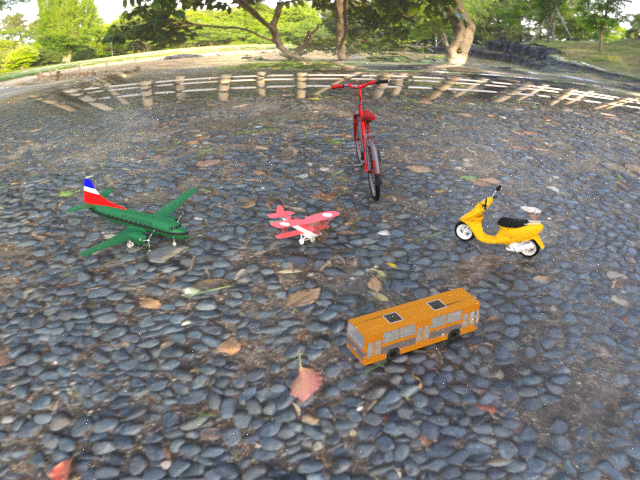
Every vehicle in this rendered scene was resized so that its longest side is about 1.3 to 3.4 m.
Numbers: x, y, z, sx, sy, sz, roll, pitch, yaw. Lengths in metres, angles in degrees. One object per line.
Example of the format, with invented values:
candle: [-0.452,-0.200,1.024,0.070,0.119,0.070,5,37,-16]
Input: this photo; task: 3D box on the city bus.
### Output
city bus: [1.157,1.061,8.578,1.674,0.460,0.476,-13,31,-23]

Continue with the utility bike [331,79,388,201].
utility bike: [0.746,-1.897,12.678,1.039,1.839,2.791,-3,28,-5]

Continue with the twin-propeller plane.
twin-propeller plane: [-2.933,-0.424,11.022,2.129,0.792,2.663,14,31,25]

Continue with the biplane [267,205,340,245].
biplane: [-0.321,-0.257,11.012,1.336,0.504,1.090,-23,36,-37]

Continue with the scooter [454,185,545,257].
scooter: [2.724,-0.268,10.592,1.399,0.919,0.662,16,32,27]
